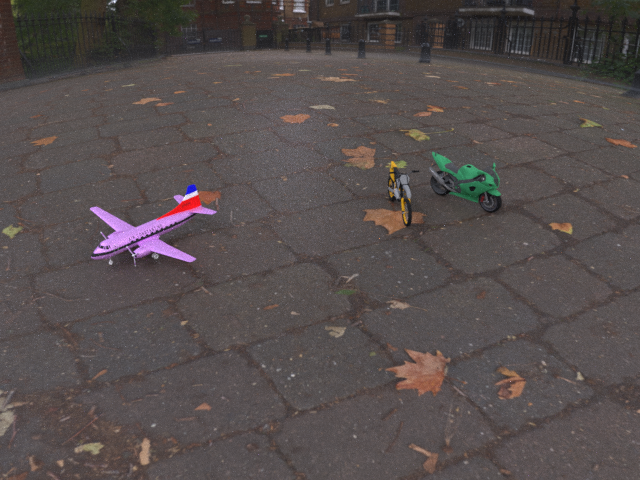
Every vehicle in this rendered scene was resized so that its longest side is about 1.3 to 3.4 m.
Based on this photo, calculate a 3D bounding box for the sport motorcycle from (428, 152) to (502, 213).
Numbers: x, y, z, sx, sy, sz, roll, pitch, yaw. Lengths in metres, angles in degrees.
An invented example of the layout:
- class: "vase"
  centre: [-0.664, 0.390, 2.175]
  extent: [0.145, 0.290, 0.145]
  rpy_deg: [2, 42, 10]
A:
- class: "sport motorcycle"
  centre: [2.604, -1.043, 12.533]
  extent: [1.520, 0.821, 0.506]
  rpy_deg: [25, 37, 38]

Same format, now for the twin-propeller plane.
- class: "twin-propeller plane"
  centre: [-2.709, -0.240, 11.092]
  extent: [2.663, 0.792, 2.129]
  rpy_deg: [23, 36, 36]

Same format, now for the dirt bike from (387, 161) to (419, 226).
- class: "dirt bike"
  centre: [1.400, -0.870, 12.179]
  extent: [0.527, 0.857, 1.493]
  rpy_deg: [-4, 29, -7]
